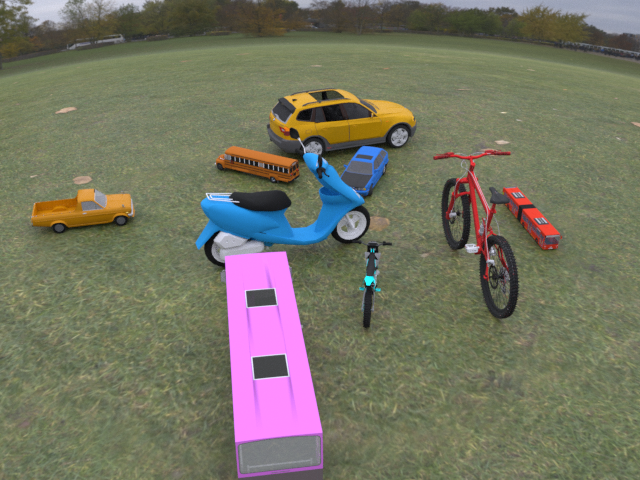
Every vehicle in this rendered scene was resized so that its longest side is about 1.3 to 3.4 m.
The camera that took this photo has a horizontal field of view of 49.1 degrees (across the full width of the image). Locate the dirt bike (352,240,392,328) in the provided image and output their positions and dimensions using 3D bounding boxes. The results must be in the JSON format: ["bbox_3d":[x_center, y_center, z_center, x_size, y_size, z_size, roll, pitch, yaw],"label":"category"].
[{"bbox_3d":[0.671,0.472,9.349,0.527,0.857,1.493,4,30,6],"label":"dirt bike"}]

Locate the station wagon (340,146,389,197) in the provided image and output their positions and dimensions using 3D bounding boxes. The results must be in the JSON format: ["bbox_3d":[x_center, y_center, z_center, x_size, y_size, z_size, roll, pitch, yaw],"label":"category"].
[{"bbox_3d":[0.793,-1.291,12.792,0.682,0.473,1.597,10,31,17],"label":"station wagon"}]

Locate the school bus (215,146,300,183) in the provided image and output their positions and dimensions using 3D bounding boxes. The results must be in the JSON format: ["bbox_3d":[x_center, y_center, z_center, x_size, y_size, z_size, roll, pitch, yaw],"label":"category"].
[{"bbox_3d":[-1.202,-1.417,13.049,1.708,0.434,0.365,15,33,24],"label":"school bus"}]

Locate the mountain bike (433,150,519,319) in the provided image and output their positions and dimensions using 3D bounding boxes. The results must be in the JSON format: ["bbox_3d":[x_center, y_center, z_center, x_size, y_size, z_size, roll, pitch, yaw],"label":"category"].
[{"bbox_3d":[2.191,-0.220,9.719,1.114,1.688,2.857,-4,30,-7],"label":"mountain bike"}]

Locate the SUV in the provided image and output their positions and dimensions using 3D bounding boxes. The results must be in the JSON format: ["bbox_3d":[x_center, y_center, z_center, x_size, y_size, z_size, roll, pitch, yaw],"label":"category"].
[{"bbox_3d":[0.462,-2.445,14.138,3.058,1.128,1.276,-11,32,-19],"label":"SUV"}]

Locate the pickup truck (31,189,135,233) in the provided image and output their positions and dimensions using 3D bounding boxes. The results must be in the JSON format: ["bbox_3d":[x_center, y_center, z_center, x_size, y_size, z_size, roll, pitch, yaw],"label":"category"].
[{"bbox_3d":[-3.860,-0.518,11.413,1.603,0.511,0.640,-8,31,-13],"label":"pickup truck"}]

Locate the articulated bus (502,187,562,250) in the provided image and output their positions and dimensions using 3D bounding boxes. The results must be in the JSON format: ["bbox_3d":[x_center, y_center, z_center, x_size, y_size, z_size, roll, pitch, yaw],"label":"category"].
[{"bbox_3d":[3.406,-0.385,11.405,0.311,0.289,1.749,-4,30,-8],"label":"articulated bus"}]

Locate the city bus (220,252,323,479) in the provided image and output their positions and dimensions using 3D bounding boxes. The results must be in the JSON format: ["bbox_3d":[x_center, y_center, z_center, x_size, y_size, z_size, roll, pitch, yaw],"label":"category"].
[{"bbox_3d":[-0.591,1.348,7.793,0.926,0.894,3.255,-4,30,-7],"label":"city bus"}]

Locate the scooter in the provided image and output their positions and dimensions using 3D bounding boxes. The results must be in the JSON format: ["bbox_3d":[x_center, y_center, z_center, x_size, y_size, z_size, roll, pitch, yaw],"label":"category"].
[{"bbox_3d":[-0.494,-0.559,10.208,2.721,1.786,1.288,-11,32,-18],"label":"scooter"}]
